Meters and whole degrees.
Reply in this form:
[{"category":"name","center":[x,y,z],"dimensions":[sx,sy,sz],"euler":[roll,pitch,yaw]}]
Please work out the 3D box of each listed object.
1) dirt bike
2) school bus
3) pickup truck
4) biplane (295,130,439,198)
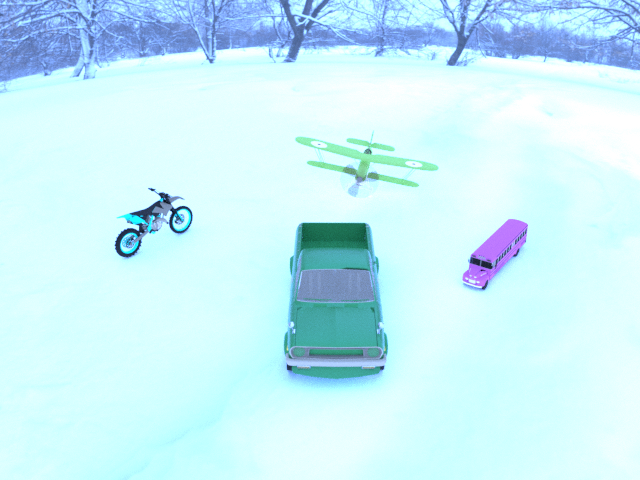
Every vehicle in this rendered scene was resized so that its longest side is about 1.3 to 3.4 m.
[{"category":"dirt bike","center":[-2.590,-0.316,10.921],"dimensions":[0.527,0.857,1.493],"euler":[22,35,35]},{"category":"school bus","center":[2.612,0.195,10.404],"dimensions":[0.365,0.434,1.708],"euler":[18,33,31]},{"category":"pickup truck","center":[0.193,0.560,9.111],"dimensions":[1.244,0.993,3.117],"euler":[0,28,0]},{"category":"biplane","center":[0.886,-1.448,12.942],"dimensions":[2.598,0.981,2.120],"euler":[5,28,9]}]
